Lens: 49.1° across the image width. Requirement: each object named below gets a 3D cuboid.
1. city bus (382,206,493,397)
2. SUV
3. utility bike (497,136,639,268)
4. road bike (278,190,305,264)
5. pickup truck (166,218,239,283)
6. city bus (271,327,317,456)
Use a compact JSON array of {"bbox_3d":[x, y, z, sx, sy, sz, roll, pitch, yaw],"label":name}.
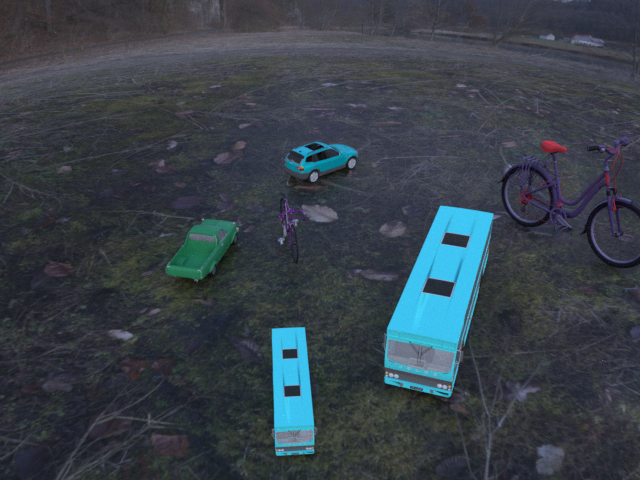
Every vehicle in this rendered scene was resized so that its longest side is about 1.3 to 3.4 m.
[{"bbox_3d":[1.634,0.680,9.201,0.926,0.894,3.255,10,31,16],"label":"city bus"},{"bbox_3d":[0.037,-1.585,13.463,1.572,0.580,0.656,-23,37,-34],"label":"SUV"},{"bbox_3d":[3.971,-0.801,10.832,1.039,1.839,2.791,-21,36,-33],"label":"utility bike"},{"bbox_3d":[-0.490,-0.280,10.917,0.358,0.852,1.545,-6,30,-10],"label":"road bike"},{"bbox_3d":[-1.757,0.091,10.612,0.640,0.511,1.603,7,31,12],"label":"pickup truck"},{"bbox_3d":[-0.323,1.671,7.910,0.476,0.460,1.674,-2,30,-4],"label":"city bus"}]
